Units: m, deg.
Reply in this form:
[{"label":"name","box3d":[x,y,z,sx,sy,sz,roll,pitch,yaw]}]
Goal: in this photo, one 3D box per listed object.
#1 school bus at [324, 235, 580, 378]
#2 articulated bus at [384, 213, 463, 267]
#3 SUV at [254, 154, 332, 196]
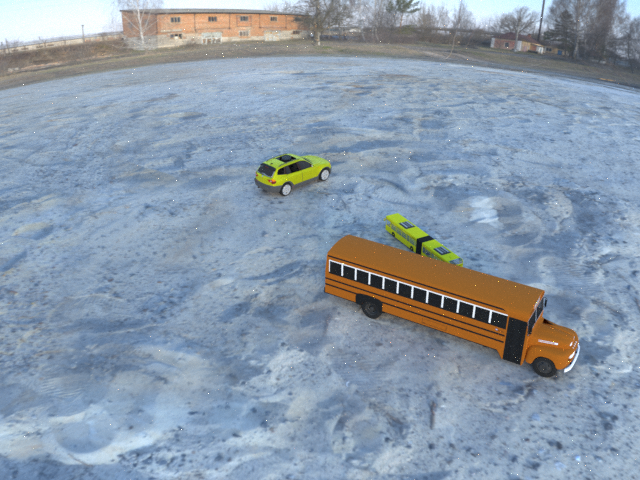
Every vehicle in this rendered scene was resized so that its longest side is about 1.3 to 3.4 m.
[{"label":"school bus","box3d":[1.637,0.780,8.976,3.322,0.844,0.709,17,33,27]},{"label":"articulated bus","box3d":[1.576,0.055,10.860,0.311,0.289,1.749,-14,32,-24]},{"label":"SUV","box3d":[-0.486,-1.310,13.027,1.572,0.580,0.656,-25,37,-37]}]
